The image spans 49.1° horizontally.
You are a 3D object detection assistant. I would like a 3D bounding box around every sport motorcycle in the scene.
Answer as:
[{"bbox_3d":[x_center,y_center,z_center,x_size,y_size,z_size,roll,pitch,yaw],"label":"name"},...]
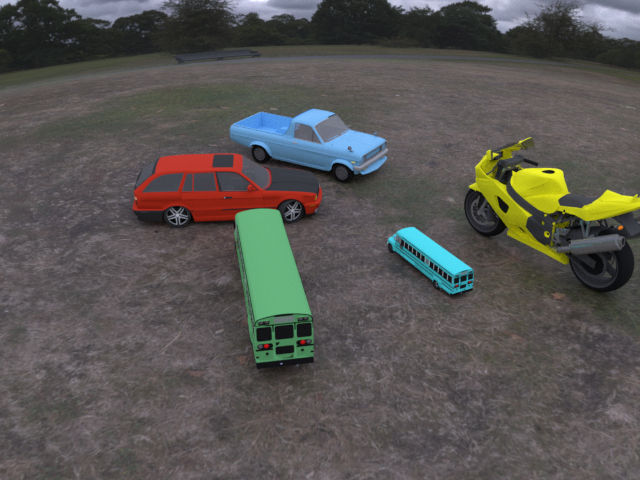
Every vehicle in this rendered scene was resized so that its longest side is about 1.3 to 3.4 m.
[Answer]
[{"bbox_3d":[3.222,-0.406,9.992,0.983,1.596,2.955,-19,33,-32],"label":"sport motorcycle"}]

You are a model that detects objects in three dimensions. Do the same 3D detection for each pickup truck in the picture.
[{"bbox_3d":[-0.246,-1.992,13.656,3.117,0.993,1.244,16,32,28],"label":"pickup truck"}]

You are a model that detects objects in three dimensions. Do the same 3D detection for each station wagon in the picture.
[{"bbox_3d":[-1.514,-0.904,11.665,3.105,0.920,1.327,-2,28,-4],"label":"station wagon"}]

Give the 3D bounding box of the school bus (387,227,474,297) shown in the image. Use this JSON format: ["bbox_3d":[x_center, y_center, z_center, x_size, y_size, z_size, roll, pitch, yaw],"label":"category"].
[{"bbox_3d":[1.526,0.249,9.995,0.365,0.434,1.708,-13,31,-24],"label":"school bus"}]

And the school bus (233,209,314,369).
[{"bbox_3d":[-0.690,0.434,9.203,0.709,0.844,3.322,-5,28,-9],"label":"school bus"}]
